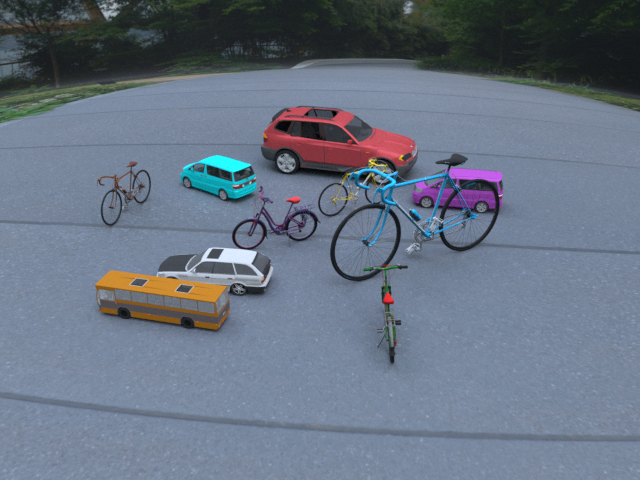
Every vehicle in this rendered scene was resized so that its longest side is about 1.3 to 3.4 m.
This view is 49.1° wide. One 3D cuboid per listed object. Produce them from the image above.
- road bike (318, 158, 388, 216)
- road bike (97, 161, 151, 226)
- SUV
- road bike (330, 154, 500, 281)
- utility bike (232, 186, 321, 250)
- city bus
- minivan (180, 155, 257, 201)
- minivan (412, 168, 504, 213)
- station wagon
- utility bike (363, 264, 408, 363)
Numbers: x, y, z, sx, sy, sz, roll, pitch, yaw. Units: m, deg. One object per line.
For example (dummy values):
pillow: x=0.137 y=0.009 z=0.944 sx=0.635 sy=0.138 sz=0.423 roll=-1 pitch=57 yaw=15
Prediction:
road bike: x=0.626 y=-0.902 z=11.919 sx=1.545 sy=0.852 sz=0.358 roll=-16 pitch=31 yaw=-28
road bike: x=-3.267 y=-0.846 z=11.807 sx=0.358 sy=0.852 sz=1.545 roll=8 pitch=28 yaw=16
SUV: x=0.373 y=-1.910 z=13.622 sx=3.058 sy=1.128 sz=1.276 roll=8 pitch=28 yaw=15
road bike: x=1.445 y=-0.384 z=9.987 sx=3.004 sy=1.656 sz=0.696 roll=-14 pitch=30 yaw=-26
utility bike: x=-0.637 y=-0.317 z=10.646 sx=1.435 sy=0.946 sz=0.535 roll=-10 pitch=28 yaw=-19
city bus: x=-2.019 y=0.781 z=8.997 sx=1.674 sy=0.460 sz=0.476 roll=7 pitch=27 yaw=13
minivan: x=-1.886 y=-1.196 z=12.769 sx=1.548 sy=0.616 sz=0.681 roll=19 pitch=33 yaw=34
minivan: x=2.396 y=-0.900 z=12.178 sx=1.548 sy=0.616 sz=0.681 roll=6 pitch=27 yaw=12
station wagon: x=-1.479 y=0.390 z=9.762 sx=1.597 sy=0.473 sz=0.682 roll=4 pitch=27 yaw=8
utility bike: x=0.779 y=0.804 z=8.409 sx=0.535 sy=0.946 sz=1.435 roll=1 pitch=27 yaw=1
